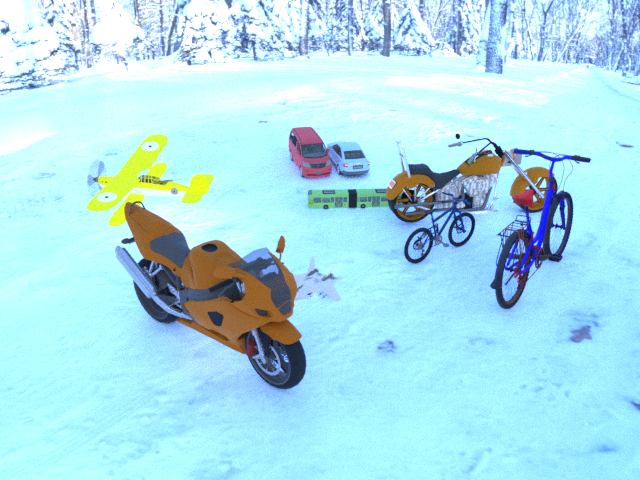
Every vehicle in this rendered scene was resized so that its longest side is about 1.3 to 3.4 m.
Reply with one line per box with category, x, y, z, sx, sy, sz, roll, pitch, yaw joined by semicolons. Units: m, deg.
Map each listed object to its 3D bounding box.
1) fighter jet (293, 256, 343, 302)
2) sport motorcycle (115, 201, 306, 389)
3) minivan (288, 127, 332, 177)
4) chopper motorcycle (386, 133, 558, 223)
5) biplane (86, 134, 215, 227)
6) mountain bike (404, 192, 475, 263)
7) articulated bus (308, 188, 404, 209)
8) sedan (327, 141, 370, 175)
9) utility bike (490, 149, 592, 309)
fighter jet;-0.277;0.647;9.495;1.147;0.286;1.358;16;31;29
sport motorcycle;-1.286;0.594;8.140;2.955;1.596;0.983;22;34;36
minivan;-0.208;-1.750;13.912;0.681;0.616;1.548;-6;27;-13
chopper motorcycle;2.558;-1.048;11.546;3.040;1.480;0.906;-7;27;-13
biplane;-2.868;-0.897;11.802;2.120;0.981;2.598;5;27;11
mountain bike;1.825;-0.177;10.491;1.469;0.868;0.573;-18;32;-32
articulated bus;0.661;-0.728;12.237;1.749;0.289;0.311;-1;27;-3
sedan;0.546;-1.721;14.001;0.635;0.483;1.613;-6;27;-12
utility bike;2.913;-0.265;9.583;1.039;1.839;2.791;19;32;33
